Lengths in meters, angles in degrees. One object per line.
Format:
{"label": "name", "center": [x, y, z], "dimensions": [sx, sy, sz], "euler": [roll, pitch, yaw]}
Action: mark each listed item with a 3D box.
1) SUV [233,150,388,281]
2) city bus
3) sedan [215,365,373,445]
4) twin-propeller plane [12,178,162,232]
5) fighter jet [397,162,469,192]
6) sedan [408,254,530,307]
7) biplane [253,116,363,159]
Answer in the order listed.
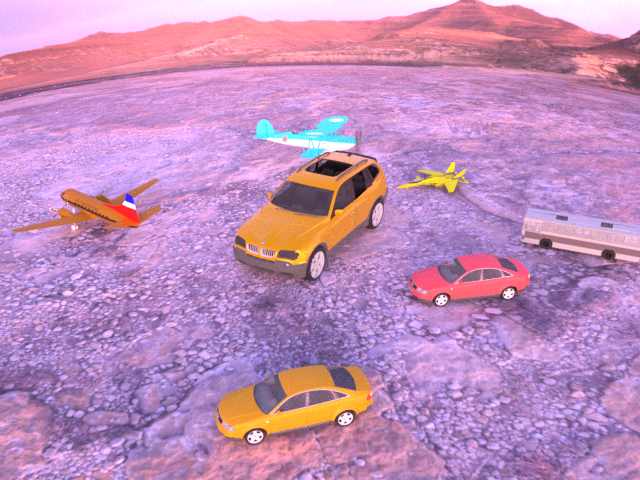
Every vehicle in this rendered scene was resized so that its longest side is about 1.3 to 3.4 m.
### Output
{"label": "SUV", "center": [-0.053, -0.471, 10.455], "dimensions": [1.276, 1.128, 3.058], "euler": [15, 30, 26]}
{"label": "city bus", "center": [3.879, -0.068, 10.401], "dimensions": [1.674, 0.460, 0.476], "euler": [11, 29, 21]}
{"label": "sedan", "center": [-0.258, 1.600, 7.090], "dimensions": [1.613, 0.483, 0.635], "euler": [-8, 28, -15]}
{"label": "twin-propeller plane", "center": [-3.510, -0.584, 11.050], "dimensions": [2.129, 0.792, 2.663], "euler": [21, 33, 35]}
{"label": "fighter jet", "center": [1.981, -1.122, 12.668], "dimensions": [1.358, 0.286, 1.147], "euler": [-11, 29, -20]}
{"label": "sedan", "center": [1.976, 0.485, 9.286], "dimensions": [1.613, 0.483, 0.635], "euler": [-5, 27, -10]}
{"label": "biplane", "center": [-0.208, -1.966, 13.561], "dimensions": [2.120, 0.981, 2.598], "euler": [7, 28, 13]}
